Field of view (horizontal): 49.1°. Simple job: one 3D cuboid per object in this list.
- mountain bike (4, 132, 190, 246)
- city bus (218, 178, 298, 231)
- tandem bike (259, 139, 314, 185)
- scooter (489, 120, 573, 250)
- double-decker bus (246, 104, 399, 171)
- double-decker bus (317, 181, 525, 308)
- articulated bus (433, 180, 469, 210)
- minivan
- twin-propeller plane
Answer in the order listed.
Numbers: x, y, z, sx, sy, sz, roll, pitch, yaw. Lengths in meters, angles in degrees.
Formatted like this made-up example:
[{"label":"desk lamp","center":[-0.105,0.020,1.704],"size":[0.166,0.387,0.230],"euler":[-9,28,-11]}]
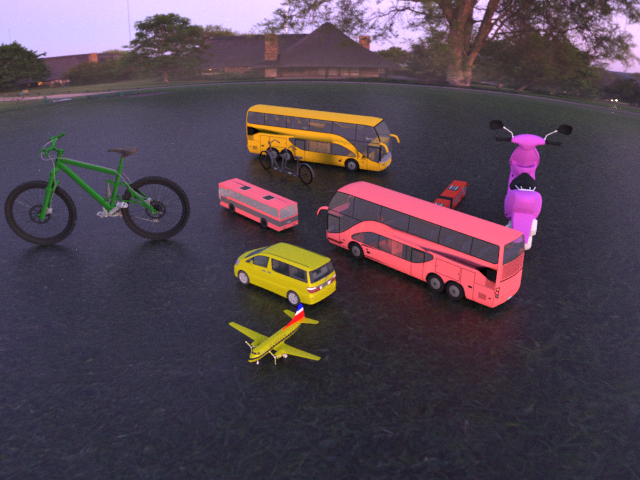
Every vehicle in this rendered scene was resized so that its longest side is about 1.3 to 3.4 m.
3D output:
[{"label":"mountain bike","center":[-3.502,-0.733,10.956],"size":[2.857,1.688,1.114],"euler":[-3,25,-6]},{"label":"city bus","center":[-1.090,-0.607,12.128],"size":[0.476,0.460,1.674],"euler":[-22,33,-39]},{"label":"tandem bike","center":[-0.688,-1.576,13.918],"size":[0.283,0.682,1.642],"euler":[-22,33,-39]},{"label":"scooter","center":[3.286,-0.939,11.276],"size":[1.288,1.786,2.721],"euler":[6,26,13]},{"label":"double-decker bus","center":[-0.001,-2.138,14.674],"size":[3.251,1.052,0.756],"euler":[11,27,21]},{"label":"double-decker bus","center":[1.378,-0.030,10.213],"size":[3.251,1.052,0.756],"euler":[22,33,39]},{"label":"articulated bus","center":[2.244,-0.660,12.439],"size":[0.311,0.289,1.749],"euler":[12,28,24]},{"label":"minivan","center":[-0.524,0.399,9.816],"size":[1.548,0.616,0.681],"euler":[19,31,34]},{"label":"twin-propeller plane","center":[-0.510,1.145,8.482],"size":[1.370,0.407,1.095],"euler":[17,30,31]}]
